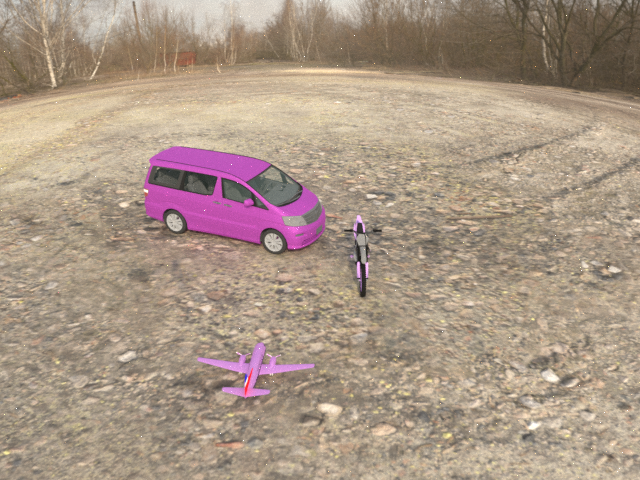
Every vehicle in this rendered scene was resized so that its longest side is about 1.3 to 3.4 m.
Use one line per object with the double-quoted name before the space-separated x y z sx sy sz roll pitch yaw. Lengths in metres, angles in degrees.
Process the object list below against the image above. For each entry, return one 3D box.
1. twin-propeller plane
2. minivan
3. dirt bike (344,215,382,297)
"twin-propeller plane" -0.754 1.429 7.991 1.370 0.407 1.095 2 26 5
"minivan" -1.386 -0.708 11.442 3.011 1.197 1.324 11 28 21
"dirt bike" 0.595 0.162 10.057 0.527 0.857 1.493 0 26 0
